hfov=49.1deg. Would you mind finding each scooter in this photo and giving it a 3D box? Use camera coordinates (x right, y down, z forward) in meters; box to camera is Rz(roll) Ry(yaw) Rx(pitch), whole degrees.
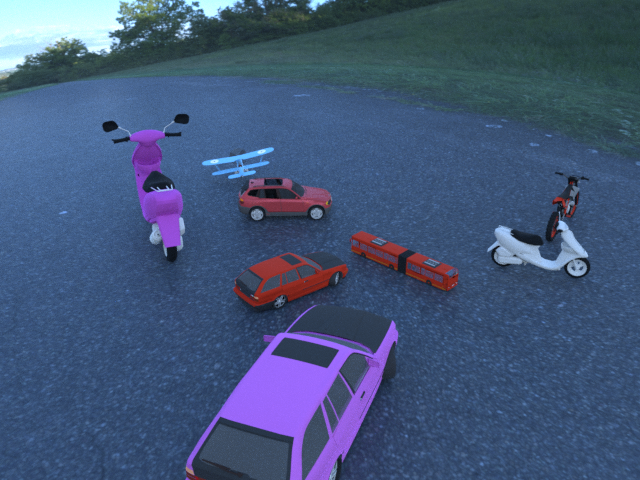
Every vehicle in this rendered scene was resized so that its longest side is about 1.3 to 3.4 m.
[{"bbox_3d":[3.068,0.035,9.732,1.399,0.919,0.662,9,28,17],"label":"scooter"},{"bbox_3d":[-2.501,-0.905,10.629,1.288,1.786,2.721,-9,28,-18],"label":"scooter"}]

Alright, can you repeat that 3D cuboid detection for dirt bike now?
[{"bbox_3d":[3.849,-0.576,11.007,0.527,0.857,1.493,17,31,30],"label":"dirt bike"}]

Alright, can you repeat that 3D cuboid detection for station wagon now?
[{"bbox_3d":[-0.115,1.440,6.954,1.327,0.920,3.105,10,29,19],"label":"station wagon"},{"bbox_3d":[-0.360,0.455,9.396,1.597,0.473,0.682,-19,33,-33],"label":"station wagon"}]

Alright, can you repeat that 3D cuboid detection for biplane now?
[{"bbox_3d":[-1.494,-1.353,12.932,1.336,0.504,1.090,-5,27,-9],"label":"biplane"}]

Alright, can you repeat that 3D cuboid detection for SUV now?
[{"bbox_3d":[-0.578,-0.707,11.571,1.572,0.580,0.656,-1,27,-2],"label":"SUV"}]

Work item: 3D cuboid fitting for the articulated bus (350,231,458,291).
[{"bbox_3d":[1.161,0.278,9.948,1.749,0.289,0.311,23,35,38],"label":"articulated bus"}]
